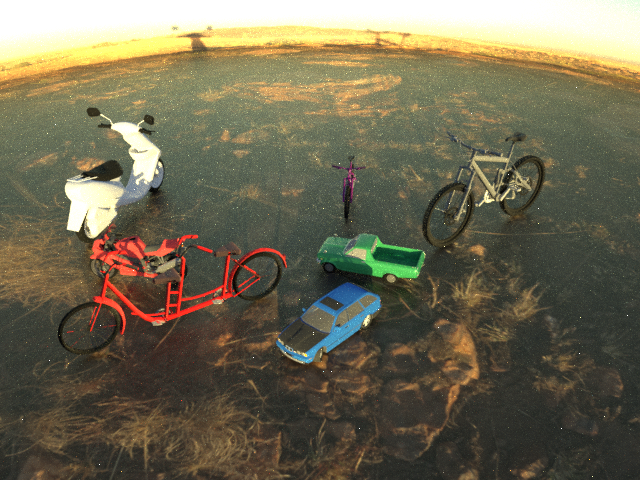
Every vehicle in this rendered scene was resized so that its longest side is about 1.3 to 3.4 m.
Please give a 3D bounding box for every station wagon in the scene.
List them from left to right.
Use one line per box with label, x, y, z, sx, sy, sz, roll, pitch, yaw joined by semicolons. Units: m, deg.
station wagon;0.129;1.040;9.239;0.682;0.473;1.597;24;38;35

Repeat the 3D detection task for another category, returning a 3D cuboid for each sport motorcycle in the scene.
sport motorcycle;-2.668;0.250;10.238;1.520;0.821;0.506;3;31;6

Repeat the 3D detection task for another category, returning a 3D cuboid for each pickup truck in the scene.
pickup truck;0.763;0.231;10.576;1.603;0.511;0.640;9;32;15

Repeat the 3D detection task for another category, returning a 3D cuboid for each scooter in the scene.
scooter;-3.404;-1.203;11.754;1.288;1.786;2.721;10;32;16

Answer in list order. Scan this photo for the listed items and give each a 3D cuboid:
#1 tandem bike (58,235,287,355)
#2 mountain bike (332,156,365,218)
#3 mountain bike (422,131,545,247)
tandem bike;-1.855;0.571;9.196;3.192;1.326;0.550;-17;34;-26
mountain bike;0.517;-1.011;12.333;0.573;0.868;1.469;3;31;6
mountain bike;2.745;-0.919;11.368;2.857;1.688;1.114;-21;36;-31
